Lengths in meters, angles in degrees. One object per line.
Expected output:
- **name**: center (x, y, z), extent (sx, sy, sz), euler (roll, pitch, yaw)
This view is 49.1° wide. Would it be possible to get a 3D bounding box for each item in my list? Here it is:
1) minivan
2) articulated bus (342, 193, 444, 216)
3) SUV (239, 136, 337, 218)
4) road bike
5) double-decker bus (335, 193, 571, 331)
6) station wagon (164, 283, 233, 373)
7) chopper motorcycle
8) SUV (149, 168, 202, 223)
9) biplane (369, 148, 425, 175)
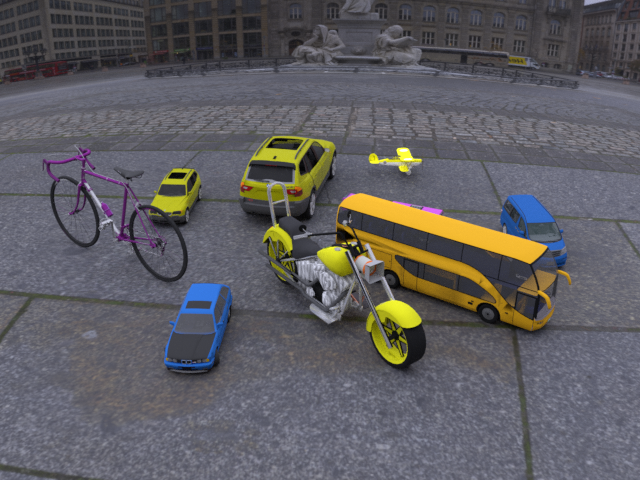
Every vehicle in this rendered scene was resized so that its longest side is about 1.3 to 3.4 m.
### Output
- **minivan**: center (3.292, -0.148, 10.808), extent (0.681, 0.616, 1.548), euler (-2, 27, -4)
- **articulated bus**: center (1.218, -0.495, 11.859), extent (1.749, 0.289, 0.311), euler (12, 29, 23)
- **SUV**: center (-0.520, -1.339, 12.603), extent (1.276, 1.128, 3.058), euler (6, 27, 11)
- **road bike**: center (-3.021, -0.409, 10.168), extent (3.004, 1.656, 0.696), euler (18, 32, 31)
- **double-decker bus**: center (1.676, 0.260, 9.511), extent (3.251, 1.052, 0.756), euler (19, 32, 32)
- **station wagon**: center (-1.488, 1.016, 8.653), extent (0.682, 0.473, 1.597), euler (1, 27, 2)
- **chopper motorcycle**: center (0.205, 0.368, 8.821), extent (0.906, 1.480, 3.040), euler (-19, 32, -32)
- **SUV**: center (-2.491, -0.791, 12.122), extent (0.656, 0.580, 1.572), euler (2, 27, 4)
- **biplane**: center (1.499, -1.539, 13.693), extent (1.090, 0.504, 1.336), euler (1, 27, 1)
